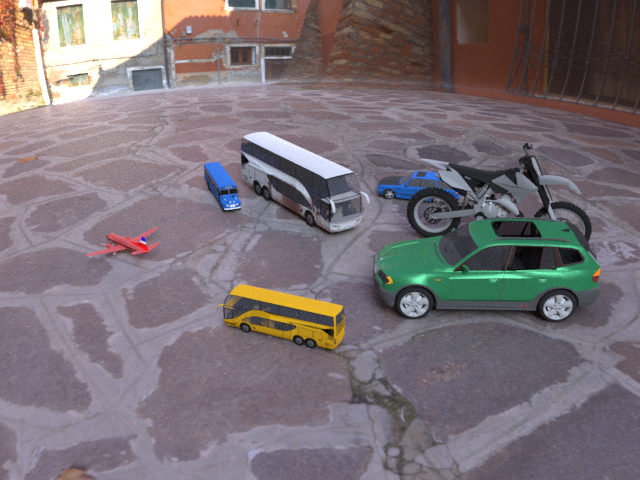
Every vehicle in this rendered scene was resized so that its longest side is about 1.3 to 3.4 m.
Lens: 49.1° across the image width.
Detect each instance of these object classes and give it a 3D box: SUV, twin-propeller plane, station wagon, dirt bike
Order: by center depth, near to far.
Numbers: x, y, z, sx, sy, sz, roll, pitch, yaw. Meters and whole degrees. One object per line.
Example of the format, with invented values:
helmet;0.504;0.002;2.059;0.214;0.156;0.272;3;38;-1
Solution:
SUV;2.265;0.329;9.631;3.058;1.128;1.276;1;25;2
dirt bike;2.819;-0.644;11.078;2.903;1.666;1.024;9;26;18
twin-propeller plane;-3.083;0.016;11.153;1.095;0.407;1.370;19;31;35
station wagon;1.885;-1.041;13.337;1.597;0.473;0.682;8;26;16

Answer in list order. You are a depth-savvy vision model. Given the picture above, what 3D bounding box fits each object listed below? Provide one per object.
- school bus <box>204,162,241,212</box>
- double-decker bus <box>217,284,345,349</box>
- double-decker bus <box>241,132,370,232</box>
school bus;-1.868;-1.021;13.342;0.365;0.434;1.708;-9;26;-18
double-decker bus;-0.500;0.967;8.957;1.672;0.541;0.389;10;27;21
double-decker bus;-0.395;-1.085;12.748;0.756;1.052;3.251;-16;30;-31
